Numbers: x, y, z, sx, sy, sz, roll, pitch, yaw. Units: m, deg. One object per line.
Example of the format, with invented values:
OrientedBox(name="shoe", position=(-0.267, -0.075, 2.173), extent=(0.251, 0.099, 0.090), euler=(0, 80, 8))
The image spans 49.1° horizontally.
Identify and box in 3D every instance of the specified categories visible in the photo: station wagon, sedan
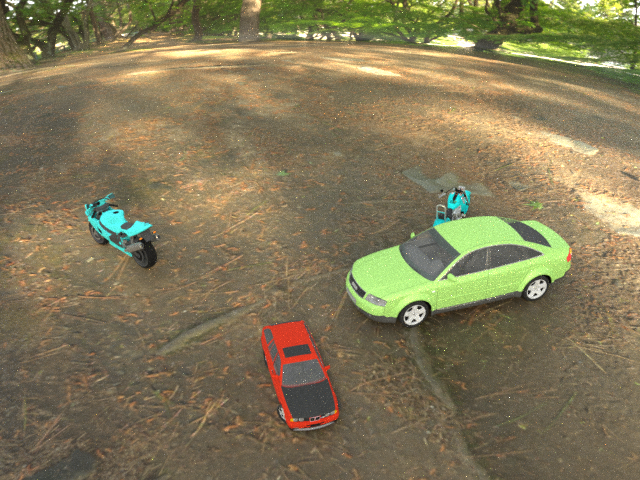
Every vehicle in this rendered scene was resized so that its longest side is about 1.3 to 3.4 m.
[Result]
OrientedBox(name="station wagon", position=(-0.250, 1.452, 7.902), extent=(0.682, 0.473, 1.597), euler=(-8, 31, -13))
OrientedBox(name="sedan", position=(1.875, 0.294, 9.411), extent=(3.137, 0.940, 1.235), euler=(-10, 32, -17))

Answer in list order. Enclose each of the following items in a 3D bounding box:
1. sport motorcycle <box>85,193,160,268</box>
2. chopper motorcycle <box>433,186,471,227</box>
OrientedBox(name="sport motorcycle", position=(-2.923, -0.127, 10.242), extent=(1.520, 0.821, 0.506), euler=(22, 37, 32))
OrientedBox(name="chopper motorcycle", position=(2.087, -0.499, 10.934), extent=(0.466, 0.761, 1.563), euler=(15, 33, 23))
